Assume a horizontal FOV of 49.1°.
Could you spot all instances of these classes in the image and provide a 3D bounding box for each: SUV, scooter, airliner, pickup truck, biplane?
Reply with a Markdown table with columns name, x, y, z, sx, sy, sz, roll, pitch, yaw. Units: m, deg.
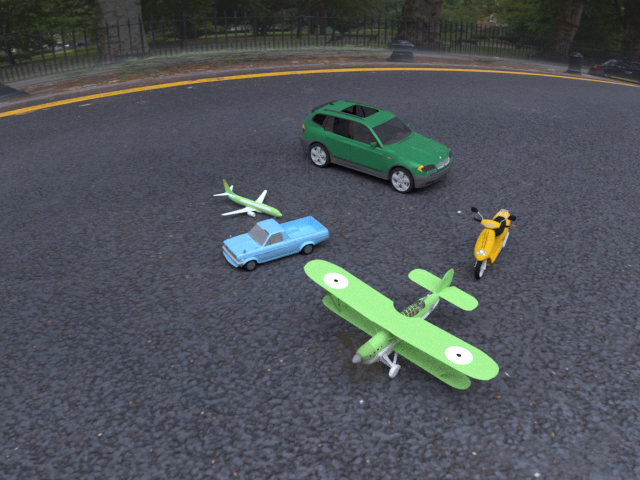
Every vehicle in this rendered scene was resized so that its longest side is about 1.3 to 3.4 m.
| name | x | y | z | sx | sy | sz | roll | pitch | yaw |
| --- | --- | --- | --- | --- | --- | --- | --- | --- | --- |
| SUV | 1.036 | -1.862 | 13.287 | 3.058 | 1.128 | 1.276 | 21 | 36 | 33 |
| scooter | 2.553 | -0.079 | 10.340 | 0.662 | 0.919 | 1.399 | 15 | 33 | 24 |
| airliner | -1.170 | -0.692 | 11.925 | 1.307 | 0.429 | 1.161 | 19 | 34 | 30 |
| pickup truck | -0.669 | -0.023 | 10.655 | 1.603 | 0.511 | 0.640 | -16 | 33 | -26 |
| biplane | 1.066 | 0.984 | 8.392 | 2.598 | 0.981 | 2.120 | 22 | 36 | 34 |
